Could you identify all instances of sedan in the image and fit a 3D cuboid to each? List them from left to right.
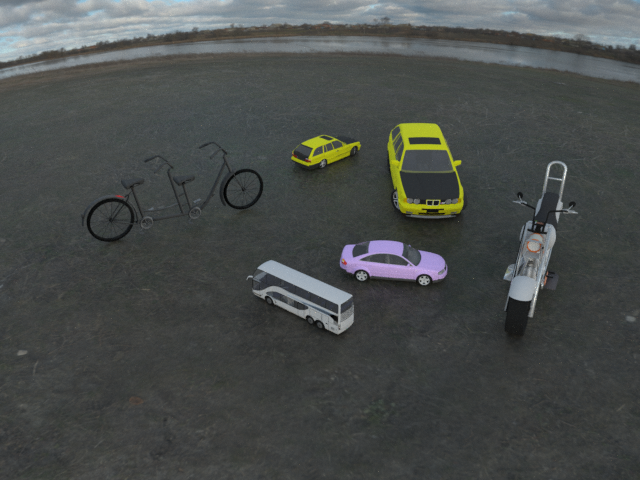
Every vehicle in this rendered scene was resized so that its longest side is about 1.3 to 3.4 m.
[{"bbox_3d":[1.107,0.303,10.530,1.613,0.483,0.635,4,29,7],"label":"sedan"}]

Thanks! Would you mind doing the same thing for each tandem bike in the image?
[{"bbox_3d":[-2.404,-0.839,11.712,3.192,1.326,0.550,-15,33,-26],"label":"tandem bike"}]

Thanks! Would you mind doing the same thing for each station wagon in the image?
[{"bbox_3d":[0.156,-1.905,14.497,1.597,0.473,0.682,-26,38,-38],"label":"station wagon"},{"bbox_3d":[1.941,-1.417,13.164,1.327,0.920,3.105,0,29,1],"label":"station wagon"}]

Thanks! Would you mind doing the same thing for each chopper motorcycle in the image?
[{"bbox_3d":[3.094,0.045,9.970,0.906,1.480,3.040,12,31,21],"label":"chopper motorcycle"}]

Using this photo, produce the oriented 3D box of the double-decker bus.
[{"bbox_3d":[-0.278,0.756,9.660,1.672,0.541,0.389,22,36,33],"label":"double-decker bus"}]
